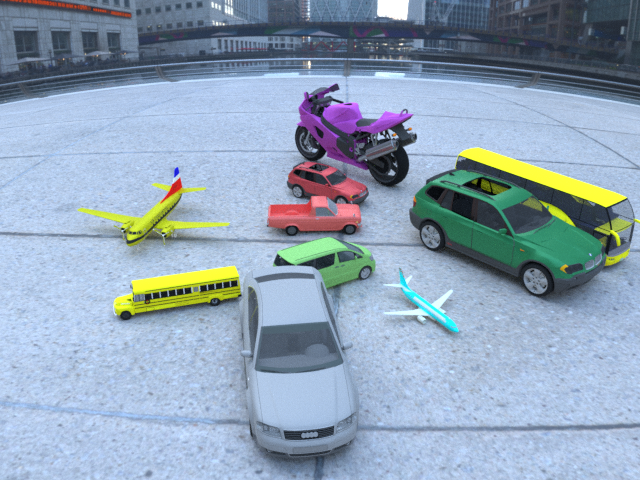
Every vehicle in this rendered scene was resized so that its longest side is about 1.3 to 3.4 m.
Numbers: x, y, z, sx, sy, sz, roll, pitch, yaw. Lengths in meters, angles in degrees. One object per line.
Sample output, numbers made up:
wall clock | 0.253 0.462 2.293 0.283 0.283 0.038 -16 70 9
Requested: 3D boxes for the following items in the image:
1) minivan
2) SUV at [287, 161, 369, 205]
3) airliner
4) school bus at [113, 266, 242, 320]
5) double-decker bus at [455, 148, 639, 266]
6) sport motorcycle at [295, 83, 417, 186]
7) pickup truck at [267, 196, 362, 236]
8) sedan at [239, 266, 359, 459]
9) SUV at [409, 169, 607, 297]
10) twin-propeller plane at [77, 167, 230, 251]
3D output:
minivan | 0.087 0.324 10.094 1.548 0.616 0.681 -17 31 -30
SUV | 0.133 -1.036 12.841 1.572 0.580 0.656 17 31 30
airliner | 1.420 0.807 9.338 1.161 0.429 1.307 -15 30 -27
school bus | -1.946 0.708 9.530 1.708 0.434 0.365 -8 28 -16
double-decker bus | 3.576 -0.582 11.412 0.756 1.052 3.251 -20 33 -34
sport motorcycle | 0.587 -2.084 13.798 2.955 1.596 0.983 22 34 37
pickup truck | -0.089 -0.433 11.717 1.603 0.511 0.640 -1 27 -2
sedan | -0.306 1.163 8.059 1.235 0.940 3.137 -4 27 -7
SUV | 2.773 -0.223 10.611 1.276 1.128 3.058 -22 34 -37
twin-propeller plane | -2.699 -0.516 11.571 2.663 0.792 2.129 6 27 12
